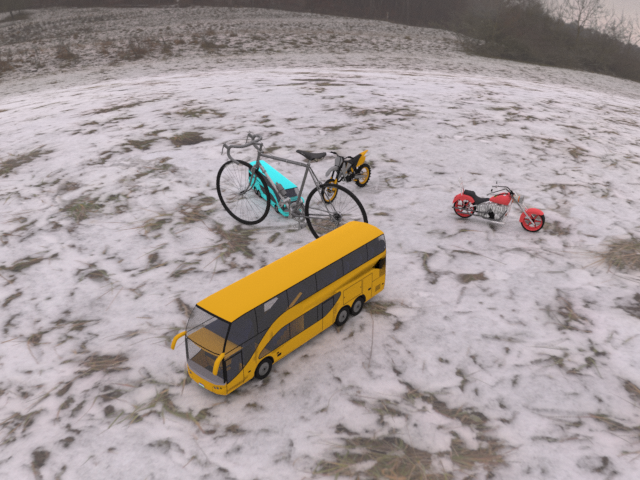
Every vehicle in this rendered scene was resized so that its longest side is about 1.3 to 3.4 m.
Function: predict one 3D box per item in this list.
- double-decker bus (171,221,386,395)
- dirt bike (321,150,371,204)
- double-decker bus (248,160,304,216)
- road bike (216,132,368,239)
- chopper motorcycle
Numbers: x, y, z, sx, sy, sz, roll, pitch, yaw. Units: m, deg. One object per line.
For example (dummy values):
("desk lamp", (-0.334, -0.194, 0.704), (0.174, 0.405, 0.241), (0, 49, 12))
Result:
("double-decker bus", (-0.348, 0.781, 8.802), (0.756, 1.052, 3.251), (21, 34, 35))
("dirt bike", (0.502, -1.229, 12.938), (0.527, 0.857, 1.493), (20, 33, 34))
("double-decker bus", (-0.831, -0.939, 12.718), (0.389, 0.541, 1.672), (-14, 30, -25))
("road bike", (-0.526, -0.782, 11.191), (3.004, 1.656, 0.697), (17, 32, 29))
("chopper motorcycle", (3.018, -0.606, 11.828), (1.563, 0.761, 0.466), (12, 29, 22))
